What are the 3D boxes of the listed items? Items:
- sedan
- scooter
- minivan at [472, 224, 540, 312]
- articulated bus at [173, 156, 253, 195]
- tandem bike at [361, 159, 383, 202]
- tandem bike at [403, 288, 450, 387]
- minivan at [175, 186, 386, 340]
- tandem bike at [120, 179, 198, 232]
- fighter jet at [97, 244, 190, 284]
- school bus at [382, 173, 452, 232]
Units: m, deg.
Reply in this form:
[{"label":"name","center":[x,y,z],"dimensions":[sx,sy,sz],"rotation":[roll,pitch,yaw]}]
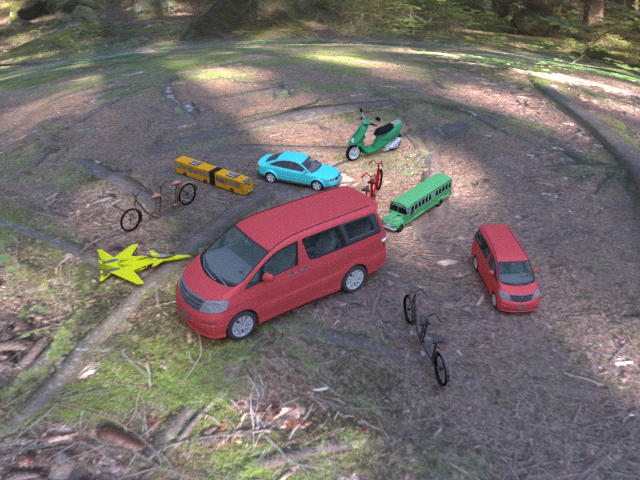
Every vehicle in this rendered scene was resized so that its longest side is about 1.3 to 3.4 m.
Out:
[{"label":"sedan","center":[-0.384,-1.320,12.934],"dimensions":[1.613,0.483,0.635],"rotation":[12,33,19]},{"label":"scooter","center":[1.099,-2.108,13.836],"dimensions":[1.399,0.919,0.662],"rotation":[-18,35,-27]},{"label":"minivan","center":[2.629,0.381,9.935],"dimensions":[0.681,0.616,1.548],"rotation":[-2,31,-4]},{"label":"articulated bus","center":[-1.981,-1.201,12.924],"dimensions":[1.749,0.289,0.311],"rotation":[20,36,30]},{"label":"tandem bike","center":[0.884,-0.907,12.042],"dimensions":[0.283,0.682,1.642],"rotation":[9,32,15]},{"label":"tandem bike","center":[1.299,1.107,8.645],"dimensions":[0.283,0.682,1.642],"rotation":[-6,31,-10]},{"label":"minivan","center":[-0.517,0.245,9.595],"dimensions":[3.011,1.197,1.324],"rotation":[-20,36,-30]},{"label":"tandem bike","center":[-2.669,-0.688,11.673],"dimensions":[0.283,0.682,1.642],"rotation":[23,37,33]},{"label":"fighter jet","center":[-2.618,0.270,10.445],"dimensions":[1.358,0.286,1.147],"rotation":[-9,32,-14]},{"label":"school bus","center":[1.642,-0.642,11.838],"dimensions":[0.365,0.434,1.708],"rotation":[23,38,34]}]
